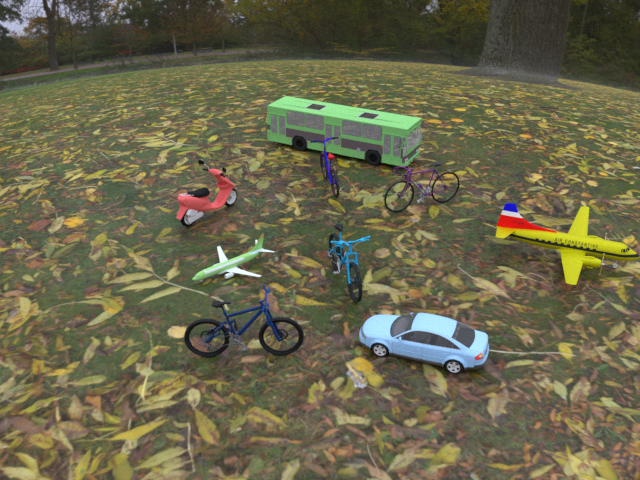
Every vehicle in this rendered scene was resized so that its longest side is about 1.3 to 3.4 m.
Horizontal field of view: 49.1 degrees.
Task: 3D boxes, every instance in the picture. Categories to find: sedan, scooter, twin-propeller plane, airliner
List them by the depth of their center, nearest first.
[{"bbox_3d":[1.283,1.197,8.706,1.613,0.483,0.635,10,30,18],"label":"sedan"},{"bbox_3d":[-1.344,0.276,10.467,1.307,0.429,1.161,-21,35,-34],"label":"airliner"},{"bbox_3d":[3.775,-0.061,10.710,2.129,0.792,2.663,11,30,20],"label":"twin-propeller plane"},{"bbox_3d":[-1.928,-0.826,11.992,0.662,0.919,1.399,20,34,32],"label":"scooter"}]

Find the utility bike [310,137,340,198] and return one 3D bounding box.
[{"bbox_3d":[0.123,-1.394,13.016,0.535,0.946,1.435,-6,29,-11],"label":"utility bike"}]

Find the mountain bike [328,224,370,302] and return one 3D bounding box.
[{"bbox_3d":[0.353,0.246,10.061,0.573,0.868,1.469,-8,29,-14],"label":"mountain bike"}]

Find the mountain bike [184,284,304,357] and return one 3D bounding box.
[{"bbox_3d":[-0.933,1.063,8.548,1.469,0.868,0.573,-1,28,-2],"label":"mountain bike"}]

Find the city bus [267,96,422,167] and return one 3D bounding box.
[{"bbox_3d":[0.468,-2.267,14.686,3.255,0.894,0.926,14,32,25],"label":"city bus"}]

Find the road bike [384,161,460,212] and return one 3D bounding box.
[{"bbox_3d":[1.815,-0.960,12.312,1.545,0.852,0.358,-12,31,-21],"label":"road bike"}]
